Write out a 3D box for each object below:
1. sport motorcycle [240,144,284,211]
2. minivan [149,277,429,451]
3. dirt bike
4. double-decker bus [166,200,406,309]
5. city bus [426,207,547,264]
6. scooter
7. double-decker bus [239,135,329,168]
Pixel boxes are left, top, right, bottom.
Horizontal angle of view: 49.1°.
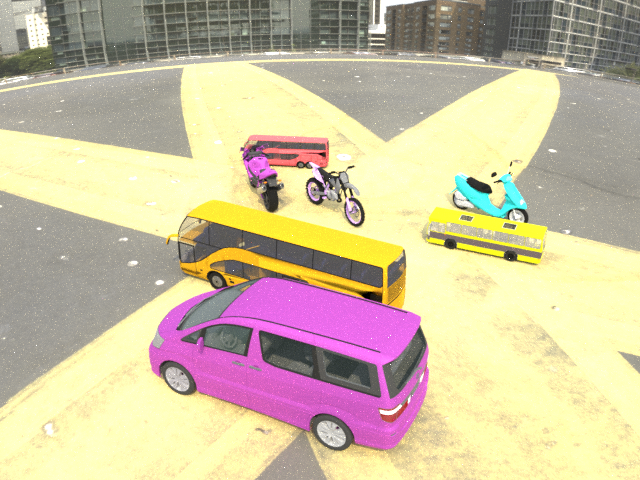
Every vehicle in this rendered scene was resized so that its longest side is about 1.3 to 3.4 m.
[{"bbox_3d":[-0.985,-1.076,11.793,0.506,0.821,1.520,-10,30,-18],"label":"sport motorcycle"},{"bbox_3d":[-0.399,1.113,7.330,3.011,1.197,1.324,13,31,23],"label":"minivan"},{"bbox_3d":[0.236,-0.799,11.240,0.527,0.857,1.493,-20,34,-32],"label":"dirt bike"},{"bbox_3d":[-0.481,0.272,9.046,3.251,1.052,0.756,15,32,25],"label":"double-decker bus"},{"bbox_3d":[2.434,-0.060,10.287,1.674,0.460,0.476,12,31,21],"label":"city bus"},{"bbox_3d":[2.701,-0.777,11.135,1.399,0.919,0.662,22,35,35],"label":"scooter"},{"bbox_3d":[-0.660,-1.675,13.201,1.672,0.541,0.389,3,28,6],"label":"double-decker bus"}]
